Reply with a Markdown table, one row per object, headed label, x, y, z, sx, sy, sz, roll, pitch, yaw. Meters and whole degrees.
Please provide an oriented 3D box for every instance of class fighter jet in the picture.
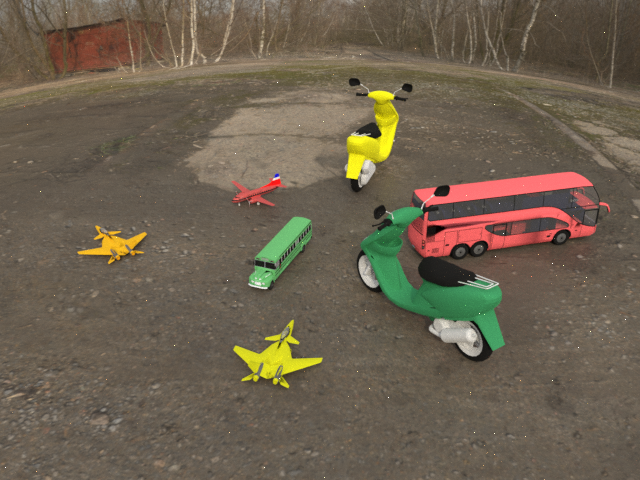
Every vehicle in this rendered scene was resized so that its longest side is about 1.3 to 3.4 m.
| label | x | y | z | sx | sy | sz | roll | pitch | yaw |
| --- | --- | --- | --- | --- | --- | --- | --- | --- | --- |
| fighter jet | -0.512 | 1.324 | 8.883 | 1.147 | 0.286 | 1.358 | 6 | 29 | 11 |
| fighter jet | -3.427 | -0.057 | 11.414 | 1.147 | 0.286 | 1.358 | -19 | 34 | -31 |

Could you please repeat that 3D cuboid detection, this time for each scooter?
| label | x | y | z | sx | sy | sz | roll | pitch | yaw |
| --- | --- | --- | --- | --- | --- | --- | --- | --- | --- |
| scooter | 1.059 | -2.144 | 13.674 | 1.288 | 1.786 | 2.721 | 10 | 30 | 18 |
| scooter | 1.361 | 0.343 | 9.116 | 1.288 | 1.786 | 2.721 | -19 | 34 | -31 |

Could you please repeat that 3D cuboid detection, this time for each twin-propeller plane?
| label | x | y | z | sx | sy | sz | roll | pitch | yaw |
| --- | --- | --- | --- | --- | --- | --- | --- | --- | --- |
| twin-propeller plane | -1.161 | -0.919 | 12.868 | 1.095 | 0.407 | 1.370 | -21 | 35 | -33 |

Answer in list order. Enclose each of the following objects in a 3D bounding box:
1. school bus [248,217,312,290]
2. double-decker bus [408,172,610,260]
| label | x | y | z | sx | sy | sz | roll | pitch | yaw |
| --- | --- | --- | --- | --- | --- | --- | --- | --- | --- |
| school bus | -0.599 | 0.192 | 10.804 | 0.365 | 0.434 | 1.708 | 11 | 30 | 19 |
| double-decker bus | 3.030 | -0.418 | 11.277 | 3.251 | 1.052 | 0.756 | -7 | 29 | -13 |
